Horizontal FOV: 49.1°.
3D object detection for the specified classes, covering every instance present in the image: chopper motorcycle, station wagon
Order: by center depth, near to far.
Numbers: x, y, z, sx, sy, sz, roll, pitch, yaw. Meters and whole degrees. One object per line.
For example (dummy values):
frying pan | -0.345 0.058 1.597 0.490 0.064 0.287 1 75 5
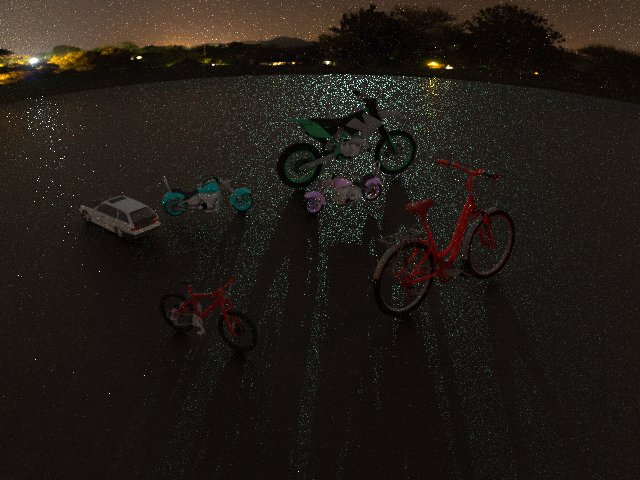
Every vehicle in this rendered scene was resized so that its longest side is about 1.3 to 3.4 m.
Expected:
station wagon | -3.381 -0.469 11.701 1.597 0.473 0.682 20 33 36
chopper motorcycle | -1.936 -0.801 12.055 1.563 0.761 0.466 -7 27 -13
chopper motorcycle | 0.409 -0.925 12.310 1.563 0.761 0.466 -12 29 -24

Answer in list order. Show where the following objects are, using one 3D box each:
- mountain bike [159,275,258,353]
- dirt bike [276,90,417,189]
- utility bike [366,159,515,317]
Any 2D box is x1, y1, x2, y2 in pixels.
mountain bike | -1.389 0.862 8.522 1.469 0.868 0.573 13 29 26
dirt bike | 0.546 -1.896 13.267 2.903 1.666 1.024 -10 28 -19
utility bike | 1.649 -0.094 9.374 2.791 1.839 1.039 -18 31 -33
